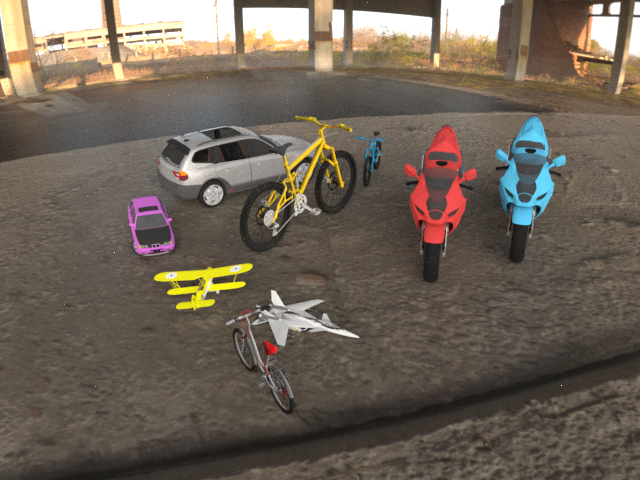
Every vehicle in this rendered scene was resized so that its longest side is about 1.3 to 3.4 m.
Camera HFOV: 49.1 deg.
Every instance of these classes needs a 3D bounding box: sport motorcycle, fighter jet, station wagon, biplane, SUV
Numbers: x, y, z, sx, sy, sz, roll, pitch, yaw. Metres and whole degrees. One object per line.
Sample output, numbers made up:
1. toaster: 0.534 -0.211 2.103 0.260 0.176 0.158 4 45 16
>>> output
1. sport motorcycle: 3.237 -0.867 11.021 0.983 1.596 2.955 8 28 15
2. fighter jet: -0.128 0.987 8.779 1.358 0.286 1.147 12 29 22
3. station wagon: -2.689 -0.268 11.078 0.682 0.473 1.597 -9 28 -16
4. biplane: -1.569 0.629 9.250 1.336 0.504 1.090 2 27 3
5. SUV: -1.450 -1.508 12.825 3.058 1.128 1.276 -17 31 -31
6. sport motorcycle: 1.790 -0.622 10.531 0.983 1.596 2.955 5 27 10

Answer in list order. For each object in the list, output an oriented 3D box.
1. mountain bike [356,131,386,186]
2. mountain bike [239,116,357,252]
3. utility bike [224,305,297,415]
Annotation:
1. mountain bike: 1.003 -1.613 13.328 0.573 0.868 1.469 7 27 14
2. mountain bike: -0.261 -0.928 11.040 1.114 1.688 2.857 19 32 33
3. utility bike: -0.671 1.253 7.509 0.535 0.946 1.435 -15 30 -28
